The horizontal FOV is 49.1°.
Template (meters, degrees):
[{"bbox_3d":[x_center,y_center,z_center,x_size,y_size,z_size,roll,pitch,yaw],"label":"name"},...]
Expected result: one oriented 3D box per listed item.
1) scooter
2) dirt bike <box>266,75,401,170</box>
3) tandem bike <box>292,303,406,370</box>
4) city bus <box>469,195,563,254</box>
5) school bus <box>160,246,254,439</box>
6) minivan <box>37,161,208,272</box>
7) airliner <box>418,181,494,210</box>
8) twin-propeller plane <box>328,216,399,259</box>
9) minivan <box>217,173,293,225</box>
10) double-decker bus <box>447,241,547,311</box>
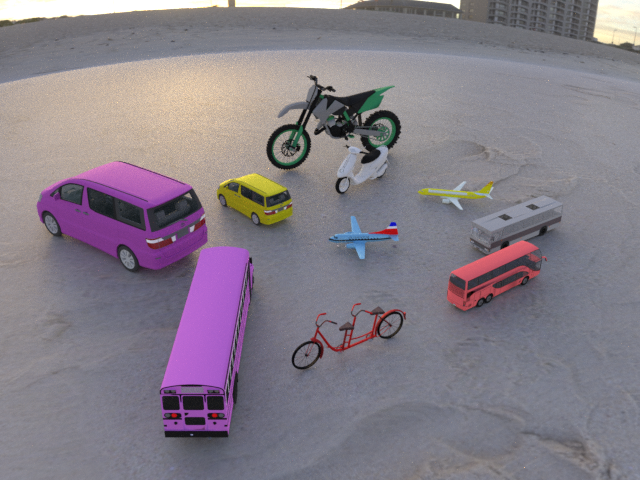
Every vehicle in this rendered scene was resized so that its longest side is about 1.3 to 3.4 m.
[{"bbox_3d":[0.783,-1.425,12.723,1.399,0.919,0.662,-26,38,-37],"label":"scooter"},{"bbox_3d":[0.318,-2.284,13.486,2.903,1.666,1.024,-13,32,-22],"label":"dirt bike"},{"bbox_3d":[0.380,1.095,8.496,1.642,0.682,0.283,-16,33,-26],"label":"tandem bike"},{"bbox_3d":[3.115,-0.235,11.081,1.674,0.460,0.476,-18,34,-29],"label":"city bus"},{"bbox_3d":[-1.267,0.993,8.511,0.709,0.844,3.322,0,29,0],"label":"school bus"},{"bbox_3d":[-3.162,-0.522,10.840,3.011,1.197,1.324,20,35,31],"label":"minivan"},{"bbox_3d":[2.374,-0.889,12.270,1.307,0.429,1.161,7,30,11],"label":"airliner"},{"bbox_3d":[0.674,-0.085,10.868,1.095,0.407,1.370,-2,29,-3],"label":"twin-propeller plane"},{"bbox_3d":[-1.142,-0.770,11.871,0.681,0.616,1.548,-24,37,-36],"label":"minivan"},{"bbox_3d":[2.472,0.468,9.751,1.672,0.541,0.389,-20,35,-31],"label":"double-decker bus"}]
